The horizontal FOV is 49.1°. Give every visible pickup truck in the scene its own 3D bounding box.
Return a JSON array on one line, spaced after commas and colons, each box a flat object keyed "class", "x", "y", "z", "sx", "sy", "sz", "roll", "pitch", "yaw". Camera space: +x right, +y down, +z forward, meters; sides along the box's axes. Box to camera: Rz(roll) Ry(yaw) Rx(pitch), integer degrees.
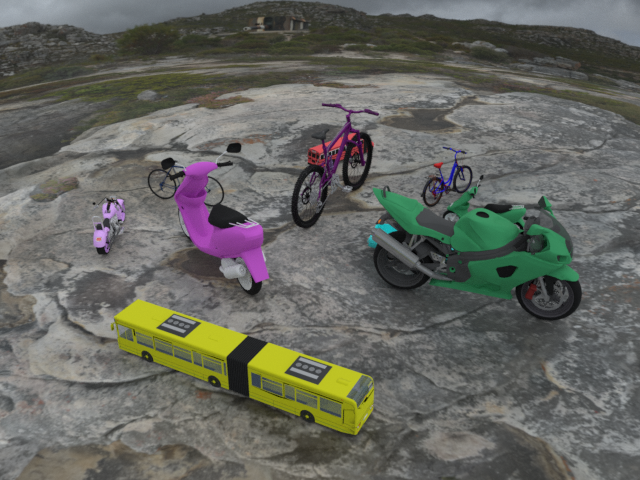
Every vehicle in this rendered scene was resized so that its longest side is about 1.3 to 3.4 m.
[{"class": "pickup truck", "x": 1.573, "y": 0.012, "z": 10.988, "sx": 1.603, "sy": 0.511, "sz": 0.640, "roll": 9, "pitch": 30, "yaw": 16}]

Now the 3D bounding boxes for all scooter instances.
[{"class": "scooter", "x": -1.549, "y": -0.396, "z": 10.405, "sx": 1.288, "sy": 1.786, "sz": 2.721, "roll": -18, "pitch": 34, "yaw": -30}, {"class": "scooter", "x": 2.729, "y": -0.514, "z": 11.520, "sx": 1.399, "sy": 0.919, "sz": 0.662, "roll": 11, "pitch": 31, "yaw": 19}]

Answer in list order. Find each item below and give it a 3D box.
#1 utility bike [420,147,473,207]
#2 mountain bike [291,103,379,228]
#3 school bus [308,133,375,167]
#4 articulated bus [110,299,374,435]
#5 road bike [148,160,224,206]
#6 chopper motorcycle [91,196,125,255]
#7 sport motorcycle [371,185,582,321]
[{"class": "utility bike", "x": 2.289, "y": -1.180, "z": 12.704, "sx": 1.435, "sy": 0.946, "sz": 0.535, "roll": -23, "pitch": 36, "yaw": -35}, {"class": "mountain bike", "x": 0.277, "y": -1.362, "z": 12.266, "sx": 1.114, "sy": 1.688, "sz": 2.857, "roll": 15, "pitch": 32, "yaw": 26}, {"class": "school bus", "x": 0.473, "y": -1.883, "z": 14.513, "sx": 1.708, "sy": 0.434, "sz": 0.365, "roll": -25, "pitch": 38, "yaw": -38}, {"class": "articulated bus", "x": -1.004, "y": 1.445, "z": 8.328, "sx": 3.401, "sy": 0.561, "sz": 0.605, "roll": 14, "pitch": 32, "yaw": 24}, {"class": "road bike", "x": -2.432, "y": -1.056, "z": 12.576, "sx": 1.545, "sy": 0.852, "sz": 0.358, "roll": 9, "pitch": 30, "yaw": 16}, {"class": "chopper motorcycle", "x": -3.426, "y": -0.367, "z": 11.416, "sx": 0.466, "sy": 0.761, "sz": 1.563, "roll": -1, "pitch": 29, "yaw": -2}, {"class": "sport motorcycle", "x": 2.094, "y": 0.170, "z": 9.573, "sx": 2.955, "sy": 1.596, "sz": 0.983, "roll": 12, "pitch": 31, "yaw": 20}]
